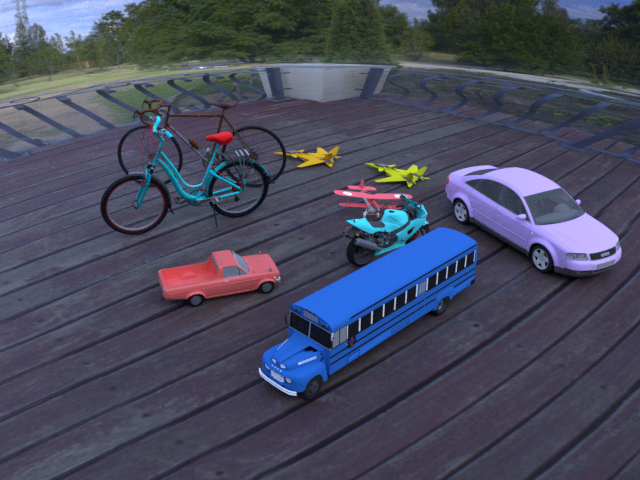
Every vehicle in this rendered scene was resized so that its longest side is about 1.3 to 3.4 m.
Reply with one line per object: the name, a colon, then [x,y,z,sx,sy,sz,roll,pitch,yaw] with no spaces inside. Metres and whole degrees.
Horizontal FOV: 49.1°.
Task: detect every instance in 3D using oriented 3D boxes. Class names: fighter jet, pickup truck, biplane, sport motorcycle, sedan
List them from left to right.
pickup truck: [-1.349,0.461,9.396,1.603,0.511,0.640,-9,29,-17]
fighter jet: [-0.307,-1.725,13.880,1.358,0.286,1.147,9,29,18]
biplane: [0.836,-0.689,11.633,1.336,0.504,1.090,-6,28,-12]
sport motorcycle: [1.007,-0.131,10.205,1.520,0.821,0.506,-16,31,-29]
fighter jet: [1.351,-1.348,13.150,1.147,0.286,1.358,-24,36,-39]
sedan: [3.182,-0.461,10.715,1.235,0.940,3.137,-14,30,-25]

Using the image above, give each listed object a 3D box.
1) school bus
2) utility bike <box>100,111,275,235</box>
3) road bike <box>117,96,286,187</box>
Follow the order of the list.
school bus: [0.672,0.782,8.409,0.709,0.844,3.322,24,36,39]
utility bike: [-1.985,-0.999,10.779,2.791,1.839,1.039,-11,29,-21]
road bike: [-2.098,-1.697,12.333,3.004,1.656,0.697,0,27,1]
